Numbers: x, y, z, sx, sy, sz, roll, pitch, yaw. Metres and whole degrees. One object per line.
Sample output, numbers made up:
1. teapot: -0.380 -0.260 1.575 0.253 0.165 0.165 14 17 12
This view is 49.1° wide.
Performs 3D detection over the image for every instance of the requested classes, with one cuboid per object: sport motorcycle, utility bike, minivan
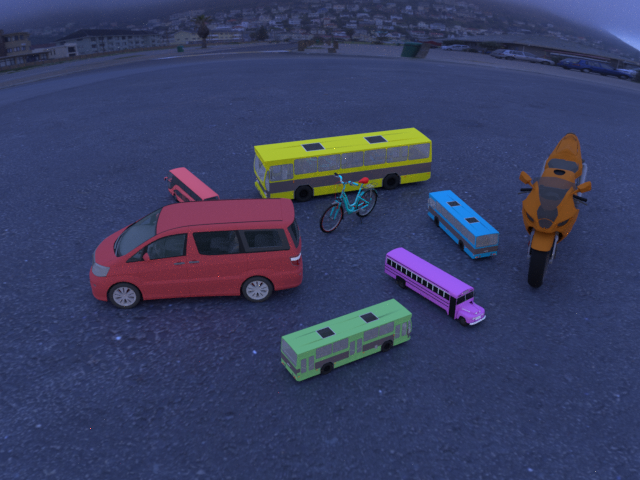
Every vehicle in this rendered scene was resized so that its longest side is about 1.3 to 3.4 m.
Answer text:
1. sport motorcycle: 3.593 -0.522 10.763 0.983 1.596 2.955 12 31 21
2. utility bike: 0.552 -0.666 11.706 1.435 0.946 0.535 -25 37 -38
3. minivan: -1.761 0.130 9.988 3.011 1.197 1.324 -2 29 -4

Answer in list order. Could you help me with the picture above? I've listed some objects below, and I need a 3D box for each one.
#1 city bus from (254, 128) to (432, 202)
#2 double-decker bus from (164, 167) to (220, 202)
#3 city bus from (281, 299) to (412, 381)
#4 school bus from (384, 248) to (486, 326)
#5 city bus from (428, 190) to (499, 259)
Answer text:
1. city bus: 0.439 -1.388 13.080 3.255 0.894 0.926 -9 30 -16
2. double-decker bus: -2.258 -0.815 12.400 0.389 0.541 1.672 -17 33 -28
3. city bus: 0.348 1.244 8.718 1.674 0.460 0.476 -16 32 -26
4. school bus: 1.604 0.642 9.845 0.365 0.434 1.708 -20 35 -32
5. city bus: 2.310 -0.259 11.467 0.476 0.460 1.674 -9 30 -15
